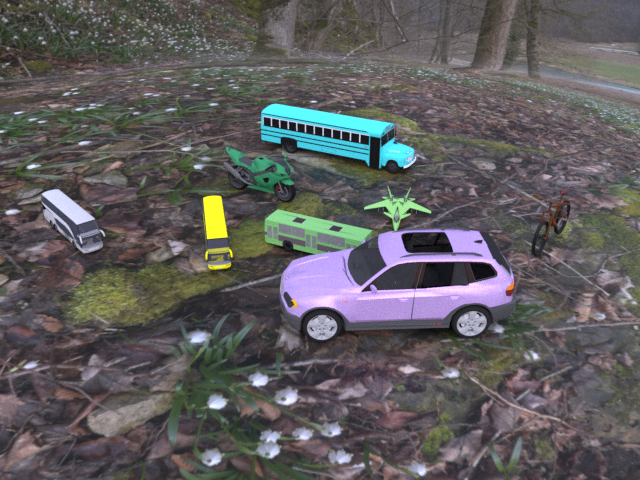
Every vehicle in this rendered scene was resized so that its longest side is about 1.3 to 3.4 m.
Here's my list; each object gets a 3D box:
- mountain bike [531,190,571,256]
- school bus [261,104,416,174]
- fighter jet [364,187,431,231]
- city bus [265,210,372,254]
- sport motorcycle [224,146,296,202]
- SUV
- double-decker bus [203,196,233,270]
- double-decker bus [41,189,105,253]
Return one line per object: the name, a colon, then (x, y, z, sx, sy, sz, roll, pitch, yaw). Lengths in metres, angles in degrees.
mountain bike: (3.652, -0.337, 10.966, 0.573, 0.868, 1.469, 20, 34, 32)
school bus: (0.354, -2.103, 14.288, 3.322, 0.844, 0.709, 14, 31, 25)
fighter jet: (1.320, -0.526, 11.934, 1.147, 0.286, 1.358, 4, 28, 7)
city bus: (-0.035, -0.034, 10.833, 1.674, 0.460, 0.476, 13, 31, 23)
sport motorcycle: (-1.075, -1.190, 12.608, 1.520, 0.821, 0.506, 17, 33, 29)
SUV: (0.991, 0.505, 9.118, 3.058, 1.128, 1.276, -1, 28, -2)
double-decker bus: (-1.620, -0.118, 10.903, 0.389, 0.541, 1.672, -5, 29, -9)
double-decker bus: (-3.989, -0.299, 11.241, 0.389, 0.541, 1.672, -22, 35, -34)
